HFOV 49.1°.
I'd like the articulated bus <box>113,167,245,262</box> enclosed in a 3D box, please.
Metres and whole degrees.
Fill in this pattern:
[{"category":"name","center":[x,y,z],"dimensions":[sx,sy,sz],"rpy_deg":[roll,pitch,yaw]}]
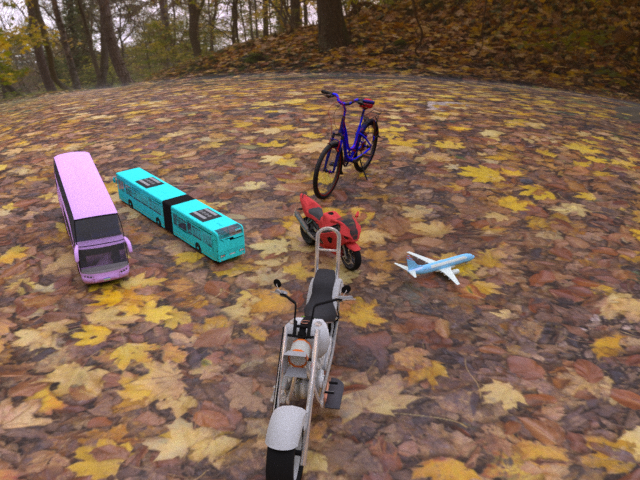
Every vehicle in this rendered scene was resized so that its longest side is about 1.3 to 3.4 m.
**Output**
[{"category":"articulated bus","center":[-2.395,-0.485,11.554],"dimensions":[0.605,0.561,3.401],"rpy_deg":[-20,32,-35]}]

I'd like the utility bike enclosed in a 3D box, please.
[{"category":"utility bike","center":[0.645,-1.898,13.017],"dimensions":[1.039,1.839,2.791],"rpy_deg":[13,29,25]}]

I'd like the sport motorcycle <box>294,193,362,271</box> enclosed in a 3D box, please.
[{"category":"sport motorcycle","center":[0.140,-0.133,10.522],"dimensions":[0.506,0.821,1.520],"rpy_deg":[-17,30,-31]}]

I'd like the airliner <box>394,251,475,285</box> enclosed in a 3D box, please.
[{"category":"airliner","center":[1.745,0.278,10.120],"dimensions":[1.307,0.429,1.161],"rpy_deg":[-14,29,-27]}]

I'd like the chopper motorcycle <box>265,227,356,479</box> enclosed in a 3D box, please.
[{"category":"chopper motorcycle","center":[-0.119,1.095,7.211],"dimensions":[0.906,1.480,3.040],"rpy_deg":[4,26,8]}]

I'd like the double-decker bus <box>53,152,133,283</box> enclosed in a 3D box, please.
[{"category":"double-decker bus","center":[-3.585,-0.404,10.820],"dimensions":[0.756,1.052,3.251],"rpy_deg":[-11,28,-22]}]
